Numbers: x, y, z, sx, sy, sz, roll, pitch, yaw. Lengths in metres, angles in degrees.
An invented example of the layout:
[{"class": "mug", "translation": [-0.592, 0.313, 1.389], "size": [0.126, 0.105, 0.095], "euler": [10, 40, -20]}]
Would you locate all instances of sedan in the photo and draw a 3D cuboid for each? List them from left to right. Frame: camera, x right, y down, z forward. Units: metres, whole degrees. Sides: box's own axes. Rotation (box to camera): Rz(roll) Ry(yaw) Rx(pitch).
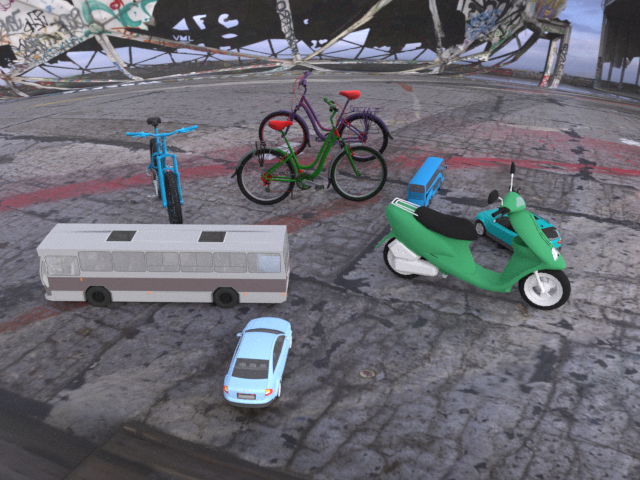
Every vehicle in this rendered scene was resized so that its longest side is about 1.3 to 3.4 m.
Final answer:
[{"class": "sedan", "translation": [-0.693, 1.315, 8.099], "size": [0.635, 0.483, 1.613], "euler": [3, 27, 6]}]

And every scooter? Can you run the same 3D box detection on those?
[{"class": "scooter", "translation": [2.051, -0.074, 9.428], "size": [2.721, 1.786, 1.288], "euler": [12, 29, 23]}]

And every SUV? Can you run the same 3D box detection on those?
[{"class": "SUV", "translation": [3.089, -0.181, 10.996], "size": [0.656, 0.580, 1.572], "euler": [-12, 29, -23]}]

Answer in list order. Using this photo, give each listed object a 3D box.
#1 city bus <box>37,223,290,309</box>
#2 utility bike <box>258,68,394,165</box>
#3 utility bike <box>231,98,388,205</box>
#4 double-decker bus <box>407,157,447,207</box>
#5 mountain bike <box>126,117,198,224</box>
[{"class": "city bus", "translation": [-2.065, 0.347, 9.581], "size": [3.255, 0.894, 0.926], "euler": [0, 26, 1]}, {"class": "utility bike", "translation": [0.099, -2.427, 14.097], "size": [2.791, 1.839, 1.039], "euler": [3, 27, 6]}, {"class": "utility bike", "translation": [-0.191, -1.549, 12.332], "size": [2.791, 1.839, 1.039], "euler": [-2, 27, -4]}, {"class": "double-decker bus", "translation": [1.960, -1.061, 12.809], "size": [0.389, 0.541, 1.672], "euler": [10, 28, 19]}, {"class": "mountain bike", "translation": [-2.646, -1.197, 11.794], "size": [1.114, 1.688, 2.857], "euler": [-9, 28, -18]}]
